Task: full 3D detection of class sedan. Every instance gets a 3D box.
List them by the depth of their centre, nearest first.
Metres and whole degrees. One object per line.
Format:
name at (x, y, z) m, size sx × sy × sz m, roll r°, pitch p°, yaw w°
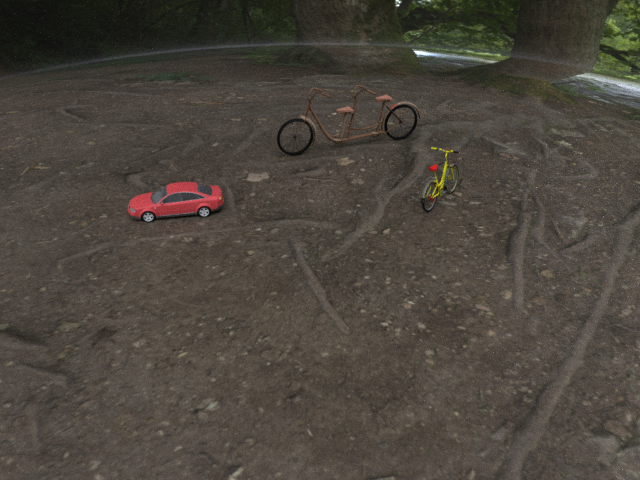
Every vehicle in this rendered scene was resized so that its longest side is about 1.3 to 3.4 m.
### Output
sedan at (-2.452, -0.689, 11.906) m, size 1.613 × 0.483 × 0.635 m, roll -6°, pitch 31°, yaw -10°

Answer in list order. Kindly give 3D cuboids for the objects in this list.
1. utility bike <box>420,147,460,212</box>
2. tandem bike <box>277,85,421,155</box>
utility bike at (2.055, -1.094, 12.142) m, size 0.535 × 0.946 × 1.435 m, roll 19°, pitch 35°, yaw 30°
tandem bike at (0.639, -2.498, 14.181) m, size 3.192 × 1.326 × 0.550 m, roll -11°, pitch 32°, yaw -18°
